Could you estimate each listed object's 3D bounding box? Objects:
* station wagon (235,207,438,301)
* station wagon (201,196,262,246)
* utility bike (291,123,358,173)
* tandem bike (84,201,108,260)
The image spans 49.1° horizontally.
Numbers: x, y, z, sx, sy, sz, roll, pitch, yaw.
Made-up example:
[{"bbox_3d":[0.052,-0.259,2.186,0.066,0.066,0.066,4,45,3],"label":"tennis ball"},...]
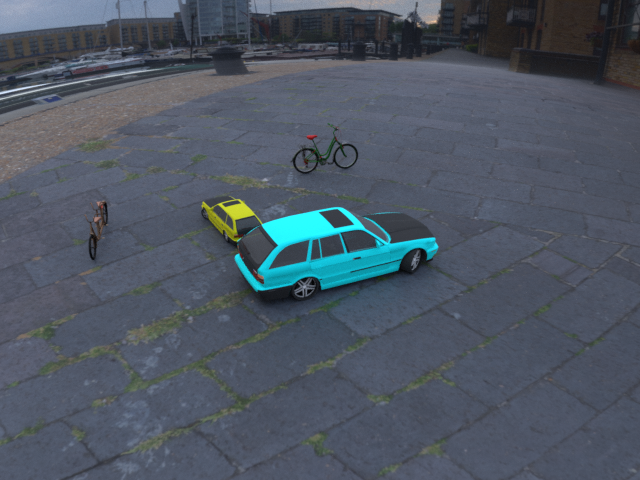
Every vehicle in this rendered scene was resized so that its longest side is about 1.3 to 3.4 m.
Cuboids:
[{"bbox_3d":[0.305,0.052,10.688,3.105,0.920,1.327,-12,31,-21],"label":"station wagon"},{"bbox_3d":[-1.520,-0.434,12.034,0.682,0.473,1.597,-15,32,-26],"label":"station wagon"},{"bbox_3d":[0.078,-1.852,14.119,1.435,0.946,0.535,-8,30,-14],"label":"utility bike"},{"bbox_3d":[-3.672,-0.299,11.572,0.283,0.682,1.642,-3,29,-6],"label":"tandem bike"}]
